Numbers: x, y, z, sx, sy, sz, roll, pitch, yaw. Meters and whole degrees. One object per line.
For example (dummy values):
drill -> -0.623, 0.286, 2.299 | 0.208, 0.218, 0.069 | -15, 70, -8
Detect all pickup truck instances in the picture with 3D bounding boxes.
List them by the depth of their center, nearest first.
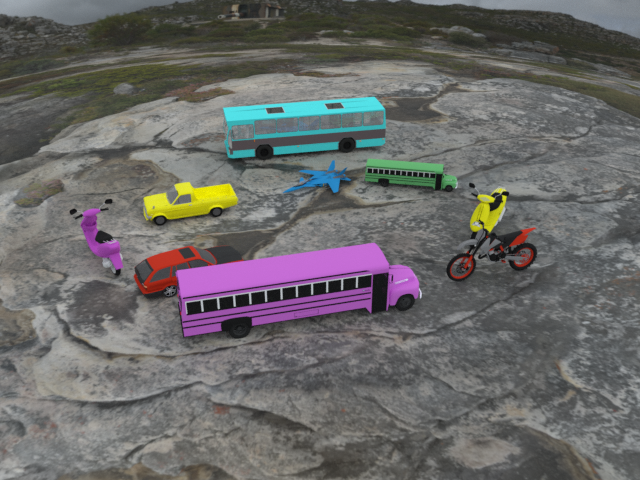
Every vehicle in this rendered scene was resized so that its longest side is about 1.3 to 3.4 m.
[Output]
pickup truck -> -2.238, -0.694, 12.057 | 1.603, 0.511, 0.640 | -10, 32, -16

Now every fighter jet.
fighter jet -> -0.129, -1.133, 13.024 | 1.358, 0.286, 1.147 | -20, 36, -30

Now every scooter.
scooter -> -3.339, -0.076, 10.607 | 0.662, 0.919, 1.399 | -20, 36, -31
scooter -> 2.734, -0.503, 11.331 | 0.662, 0.919, 1.399 | 17, 35, 27

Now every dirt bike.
dirt bike -> 2.555, 0.162, 10.263 | 1.493, 0.857, 0.527 | -9, 32, -15

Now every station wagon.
station wagon -> -1.900, 0.378, 10.275 | 1.597, 0.473, 0.682 | -16, 34, -25

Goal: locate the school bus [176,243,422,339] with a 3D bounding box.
school bus -> -0.233, 0.649, 9.450 | 3.322, 0.844, 0.709 | -8, 31, -13

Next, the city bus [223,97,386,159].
city bus -> -0.321, -2.281, 14.374 | 3.255, 0.894, 0.926 | -6, 31, -10

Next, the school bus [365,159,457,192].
school bus -> 1.700, -1.214, 13.015 | 1.708, 0.434, 0.365 | 6, 31, 9
